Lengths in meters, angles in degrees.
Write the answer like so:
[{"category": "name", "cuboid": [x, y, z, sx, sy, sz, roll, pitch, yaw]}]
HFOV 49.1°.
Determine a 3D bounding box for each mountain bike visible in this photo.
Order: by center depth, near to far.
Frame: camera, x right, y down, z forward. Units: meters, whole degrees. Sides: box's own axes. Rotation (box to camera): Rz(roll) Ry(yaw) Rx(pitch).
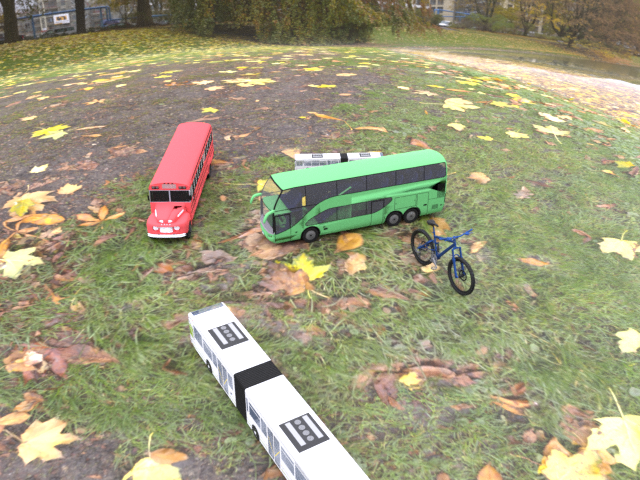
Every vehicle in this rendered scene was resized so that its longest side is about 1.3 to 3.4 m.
[{"category": "mountain bike", "cuboid": [1.756, 0.175, 10.078, 0.573, 0.868, 1.469, -15, 33, -25]}]

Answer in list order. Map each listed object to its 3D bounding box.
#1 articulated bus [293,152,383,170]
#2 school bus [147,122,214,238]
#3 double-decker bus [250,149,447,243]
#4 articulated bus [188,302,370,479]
[{"category": "articulated bus", "cuboid": [0.361, -1.517, 13.579, 1.749, 0.289, 0.311, -2, 30, -3]}, {"category": "school bus", "cuboid": [-2.416, -1.099, 12.302, 0.709, 0.844, 3.322, 0, 30, 0]}, {"category": "double-decker bus", "cuboid": [0.523, -0.716, 11.433, 3.251, 1.052, 0.756, -11, 32, -18]}, {"category": "articulated bus", "cuboid": [-0.576, 1.768, 7.631, 0.605, 0.561, 3.401, -17, 34, -26]}]
